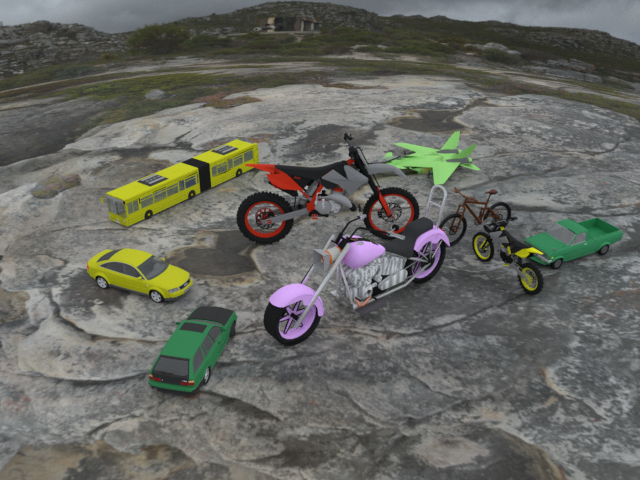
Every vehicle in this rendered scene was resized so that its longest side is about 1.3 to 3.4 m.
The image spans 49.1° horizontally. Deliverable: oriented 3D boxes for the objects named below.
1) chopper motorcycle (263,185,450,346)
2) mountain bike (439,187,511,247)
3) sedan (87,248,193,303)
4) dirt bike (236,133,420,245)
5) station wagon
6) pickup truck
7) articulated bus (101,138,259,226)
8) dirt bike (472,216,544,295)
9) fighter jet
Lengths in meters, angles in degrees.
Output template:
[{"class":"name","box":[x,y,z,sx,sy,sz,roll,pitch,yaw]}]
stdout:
[{"class":"chopper motorcycle","box":[0.572,0.291,9.235,3.040,1.480,0.906,-20,34,-32]},{"class":"mountain bike","box":[2.482,-0.395,11.148,1.469,0.868,0.573,-14,31,-24]},{"class":"sedan","box":[-2.578,0.446,9.996,1.613,0.483,0.635,12,31,21]},{"class":"dirt bike","box":[0.135,-0.714,10.899,2.903,1.666,1.024,-2,28,-3]},{"class":"station wagon","box":[-1.510,1.236,8.544,0.682,0.473,1.597,6,29,12]},{"class":"pickup truck","box":[3.920,-0.027,10.844,1.603,0.511,0.640,-14,31,-24]},{"class":"articulated bus","box":[-2.413,-1.121,12.816,0.605,0.561,3.401,19,34,32]},{"class":"dirt bike","box":[2.708,0.159,10.135,0.527,0.857,1.493,-14,31,-24]},{"class":"fighter jet","box":[1.720,-1.636,13.774,2.640,0.557,2.229,-7,29,-13]}]
